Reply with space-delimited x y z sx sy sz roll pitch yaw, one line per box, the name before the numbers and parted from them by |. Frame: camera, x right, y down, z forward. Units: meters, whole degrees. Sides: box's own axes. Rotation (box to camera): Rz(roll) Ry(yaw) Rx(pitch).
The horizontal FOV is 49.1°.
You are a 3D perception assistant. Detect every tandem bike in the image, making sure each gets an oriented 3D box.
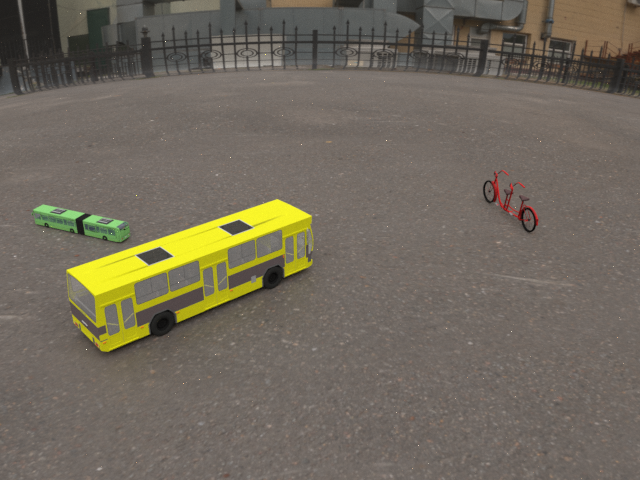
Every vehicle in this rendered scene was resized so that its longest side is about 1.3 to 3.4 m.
tandem bike | 3.147 -0.698 11.610 0.283 0.682 1.642 -9 28 -16

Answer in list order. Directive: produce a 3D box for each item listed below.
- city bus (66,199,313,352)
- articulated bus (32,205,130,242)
city bus | -1.570 0.406 9.210 3.255 0.894 0.926 -22 34 -36
articulated bus | -3.835 -0.271 11.205 1.749 0.289 0.311 11 29 21
